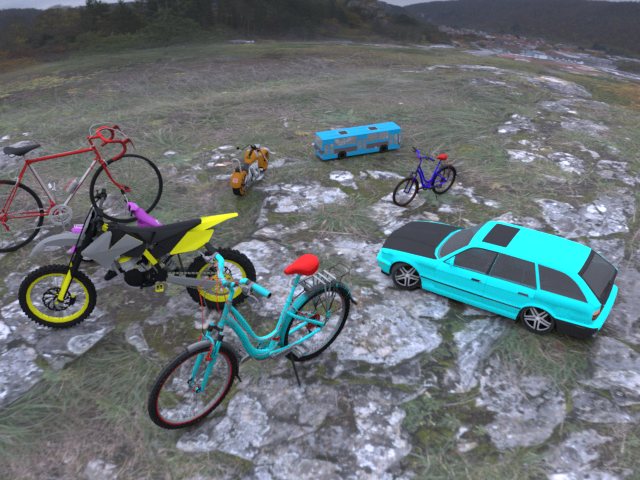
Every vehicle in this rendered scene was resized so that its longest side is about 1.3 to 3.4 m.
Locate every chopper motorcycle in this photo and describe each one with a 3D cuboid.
[{"bbox_3d":[-1.217,-1.350,12.329,0.466,0.761,1.563,8,31,13],"label":"chopper motorcycle"}]

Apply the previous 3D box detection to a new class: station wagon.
[{"bbox_3d":[2.289,0.301,9.311,3.105,0.920,1.327,18,34,28],"label":"station wagon"}]

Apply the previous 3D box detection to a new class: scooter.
[{"bbox_3d":[-2.924,-0.180,10.147,1.399,0.919,0.662,-12,32,-20],"label":"scooter"}]

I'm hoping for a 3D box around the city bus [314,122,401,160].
[{"bbox_3d":[0.741,-1.911,13.601,1.674,0.460,0.476,-11,32,-18],"label":"city bus"}]

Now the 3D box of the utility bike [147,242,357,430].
[{"bbox_3d":[-0.554,0.902,7.355,2.791,1.839,1.039,-24,37,-35],"label":"utility bike"}]

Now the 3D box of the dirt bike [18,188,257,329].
[{"bbox_3d":[-2.242,0.287,8.592,2.903,1.666,1.024,-6,31,-11],"label":"dirt bike"}]

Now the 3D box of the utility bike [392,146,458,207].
[{"bbox_3d":[1.820,-1.069,11.659,1.435,0.946,0.535,-18,35,-28],"label":"utility bike"}]

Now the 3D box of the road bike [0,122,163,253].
[{"bbox_3d":[-3.822,-0.780,10.448,3.004,1.656,0.697,-16,34,-26],"label":"road bike"}]
